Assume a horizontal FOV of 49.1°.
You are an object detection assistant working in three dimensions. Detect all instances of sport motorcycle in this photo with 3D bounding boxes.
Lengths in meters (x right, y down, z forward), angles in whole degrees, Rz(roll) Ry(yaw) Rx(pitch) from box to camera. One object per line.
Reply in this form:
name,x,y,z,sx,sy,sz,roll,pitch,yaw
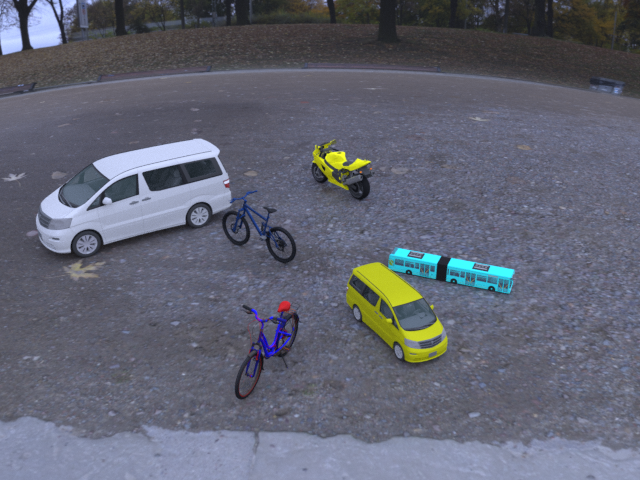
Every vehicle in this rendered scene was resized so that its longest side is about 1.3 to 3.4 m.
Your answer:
sport motorcycle,0.361,-1.270,12.601,0.506,0.821,1.520,-22,34,-36

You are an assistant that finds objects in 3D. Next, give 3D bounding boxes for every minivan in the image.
minivan,-2.950,-0.730,11.104,3.011,1.197,1.324,-17,31,-30
minivan,0.926,0.864,8.575,0.681,0.616,1.548,-14,30,-25

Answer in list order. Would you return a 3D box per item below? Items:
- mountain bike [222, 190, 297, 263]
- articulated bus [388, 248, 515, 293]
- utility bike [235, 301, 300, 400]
mountain bike,-0.927,-0.195,10.406,1.469,0.868,0.573,19,33,34
articulated bus,1.832,0.422,9.821,1.749,0.289,0.311,11,29,20
utility bike,-0.512,1.098,7.739,0.535,0.946,1.435,12,29,23
